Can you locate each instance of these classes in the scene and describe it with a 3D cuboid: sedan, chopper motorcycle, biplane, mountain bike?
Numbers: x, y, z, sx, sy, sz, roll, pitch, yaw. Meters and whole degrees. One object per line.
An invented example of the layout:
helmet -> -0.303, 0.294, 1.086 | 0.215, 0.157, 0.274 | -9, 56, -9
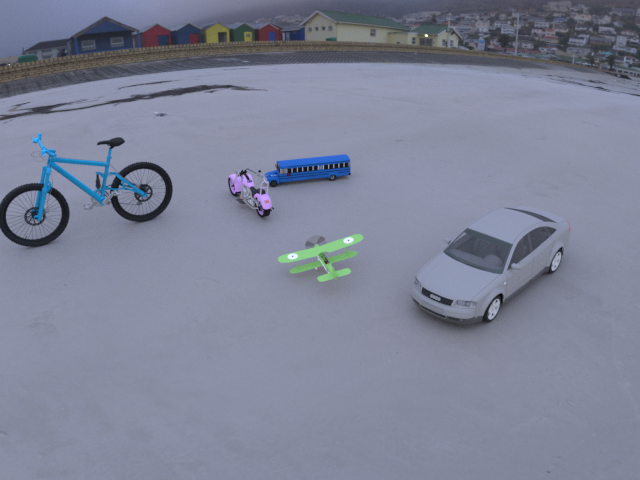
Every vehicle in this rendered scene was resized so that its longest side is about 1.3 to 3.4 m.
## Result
sedan -> 2.560, 0.202, 10.249 | 1.235, 0.940, 3.137 | 24, 36, 37
chopper motorcycle -> -1.290, -0.955, 12.624 | 0.466, 0.761, 1.563 | -16, 32, -27
biplane -> 0.060, 0.324, 10.484 | 1.336, 0.504, 1.090 | -8, 29, -15
mountain bike -> -3.821, -0.876, 11.484 | 2.857, 1.688, 1.114 | -16, 32, -27

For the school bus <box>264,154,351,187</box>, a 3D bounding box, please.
school bus -> -0.255, -1.375, 13.765 | 1.708, 0.434, 0.365 | -7, 29, -13
